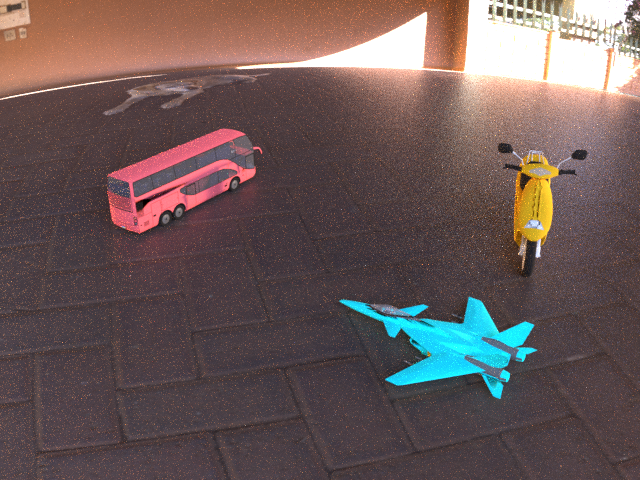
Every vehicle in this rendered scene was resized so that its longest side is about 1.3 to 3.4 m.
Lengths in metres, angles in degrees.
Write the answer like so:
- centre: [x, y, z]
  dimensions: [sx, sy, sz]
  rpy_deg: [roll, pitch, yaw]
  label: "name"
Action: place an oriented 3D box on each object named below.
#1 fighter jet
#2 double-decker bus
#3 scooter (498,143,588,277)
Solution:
- centre: [1.333, 1.063, 8.990]
  dimensions: [2.640, 0.557, 2.229]
  rpy_deg: [19, 34, 32]
  label: "fighter jet"
- centre: [-2.356, -1.154, 12.621]
  dimensions: [0.756, 1.052, 3.251]
  rpy_deg: [18, 33, 30]
  label: "double-decker bus"
- centre: [3.384, -0.742, 11.068]
  dimensions: [1.288, 1.786, 2.721]
  rpy_deg: [7, 29, 13]
  label: "scooter"
